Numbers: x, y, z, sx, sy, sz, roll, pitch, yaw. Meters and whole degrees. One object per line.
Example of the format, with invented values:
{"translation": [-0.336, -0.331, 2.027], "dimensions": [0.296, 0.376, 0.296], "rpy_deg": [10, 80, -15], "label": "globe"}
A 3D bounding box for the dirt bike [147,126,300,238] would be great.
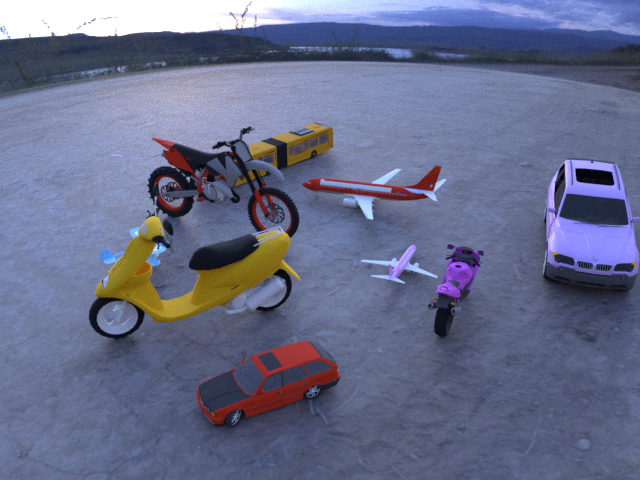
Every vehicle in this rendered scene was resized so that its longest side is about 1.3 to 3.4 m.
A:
{"translation": [-1.616, -0.939, 11.232], "dimensions": [2.903, 1.666, 1.024], "rpy_deg": [13, 31, 24], "label": "dirt bike"}

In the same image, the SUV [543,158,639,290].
{"translation": [4.104, -0.339, 10.675], "dimensions": [1.276, 1.128, 3.058], "rpy_deg": [8, 29, 14], "label": "SUV"}

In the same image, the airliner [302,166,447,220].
{"translation": [0.884, -1.045, 12.320], "dimensions": [2.541, 0.835, 2.257], "rpy_deg": [8, 29, 16], "label": "airliner"}

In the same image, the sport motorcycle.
{"translation": [1.780, 0.624, 9.189], "dimensions": [0.506, 0.821, 1.520], "rpy_deg": [12, 30, 21], "label": "sport motorcycle"}

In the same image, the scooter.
{"translation": [-1.571, 0.288, 8.792], "dimensions": [2.721, 1.786, 1.288], "rpy_deg": [-9, 29, -16], "label": "scooter"}

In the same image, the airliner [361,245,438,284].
{"translation": [1.208, 0.272, 10.270], "dimensions": [1.161, 0.429, 1.307], "rpy_deg": [12, 30, 21], "label": "airliner"}

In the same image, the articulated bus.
{"translation": [-1.046, -1.635, 13.724], "dimensions": [0.605, 0.561, 3.401], "rpy_deg": [24, 36, 37], "label": "articulated bus"}

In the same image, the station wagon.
{"translation": [-0.584, 1.548, 7.817], "dimensions": [1.597, 0.473, 0.682], "rpy_deg": [-14, 31, -24], "label": "station wagon"}

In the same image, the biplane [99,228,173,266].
{"translation": [-2.714, 0.166, 10.389], "dimensions": [1.090, 0.504, 1.336], "rpy_deg": [-14, 31, -25], "label": "biplane"}
